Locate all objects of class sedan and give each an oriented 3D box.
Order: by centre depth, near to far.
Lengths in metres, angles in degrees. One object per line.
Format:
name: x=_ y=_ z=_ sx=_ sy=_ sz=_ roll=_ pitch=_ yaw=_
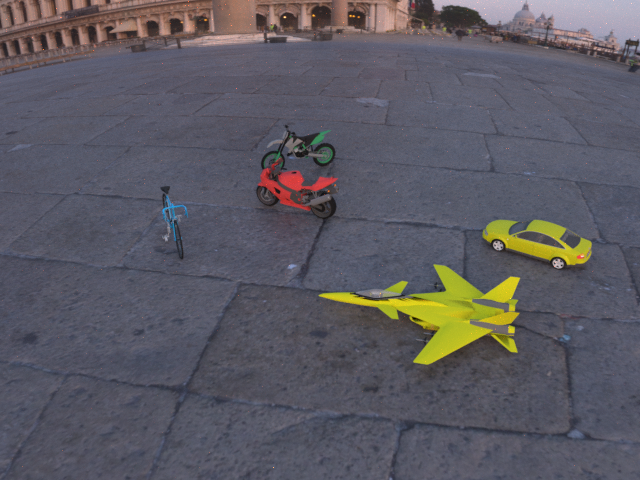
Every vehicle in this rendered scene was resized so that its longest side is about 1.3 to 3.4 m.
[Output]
sedan: x=3.267 y=-0.025 z=10.584 sx=1.613 sy=0.483 sz=0.635 roll=18 pitch=35 yaw=28

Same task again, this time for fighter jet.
fighter jet: x=1.262 y=0.767 z=9.163 sx=2.640 sy=0.557 sz=2.229 roll=7 pitch=31 yaw=12

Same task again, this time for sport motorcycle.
sport motorcycle: x=-0.398 y=-0.835 z=11.631 sx=1.520 sy=0.821 sz=0.506 roll=14 pitch=33 yaw=22

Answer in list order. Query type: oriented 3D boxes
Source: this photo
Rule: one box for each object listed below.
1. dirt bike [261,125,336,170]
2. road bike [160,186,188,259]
dirt bike: x=-0.394 y=-1.692 z=13.057 sx=1.493 sy=0.857 sz=0.527 roll=-12 pitch=32 yaw=-19
road bike: x=-2.280 y=-0.337 z=10.753 sx=0.358 sy=0.852 sz=1.545 roll=-11 pitch=32 yaw=-18
